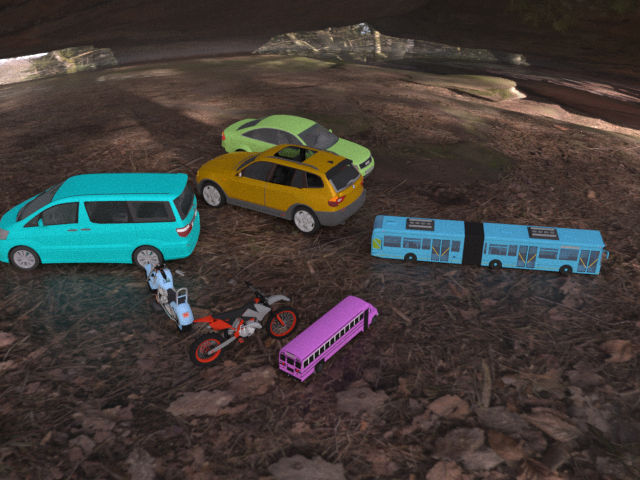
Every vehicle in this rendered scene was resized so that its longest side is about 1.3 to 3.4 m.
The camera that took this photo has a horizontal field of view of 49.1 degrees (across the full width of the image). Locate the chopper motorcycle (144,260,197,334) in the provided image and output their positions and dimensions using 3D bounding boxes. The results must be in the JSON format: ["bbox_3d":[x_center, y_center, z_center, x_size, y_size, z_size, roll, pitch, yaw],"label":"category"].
[{"bbox_3d":[-2.057,0.631,9.359,0.466,0.761,1.563,-16,33,-26],"label":"chopper motorcycle"}]

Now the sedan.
[{"bbox_3d":[-0.449,-1.829,13.547,3.137,0.940,1.235,15,33,25],"label":"sedan"}]

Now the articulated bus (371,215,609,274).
[{"bbox_3d":[2.494,0.068,10.563,3.401,0.561,0.605,4,30,8],"label":"articulated bus"}]

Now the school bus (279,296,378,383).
[{"bbox_3d":[0.157,1.161,8.751,0.365,0.434,1.708,20,35,31],"label":"school bus"}]

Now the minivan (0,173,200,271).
[{"bbox_3d":[-3.388,-0.329,10.620,3.011,1.197,1.324,0,29,0],"label":"minivan"}]

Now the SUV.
[{"bbox_3d":[-0.716,-1.053,11.975,3.058,1.128,1.276,16,33,26],"label":"SUV"}]

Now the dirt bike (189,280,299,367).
[{"bbox_3d":[-0.917,1.017,8.575,1.493,0.857,0.527,-17,33,-27],"label":"dirt bike"}]
